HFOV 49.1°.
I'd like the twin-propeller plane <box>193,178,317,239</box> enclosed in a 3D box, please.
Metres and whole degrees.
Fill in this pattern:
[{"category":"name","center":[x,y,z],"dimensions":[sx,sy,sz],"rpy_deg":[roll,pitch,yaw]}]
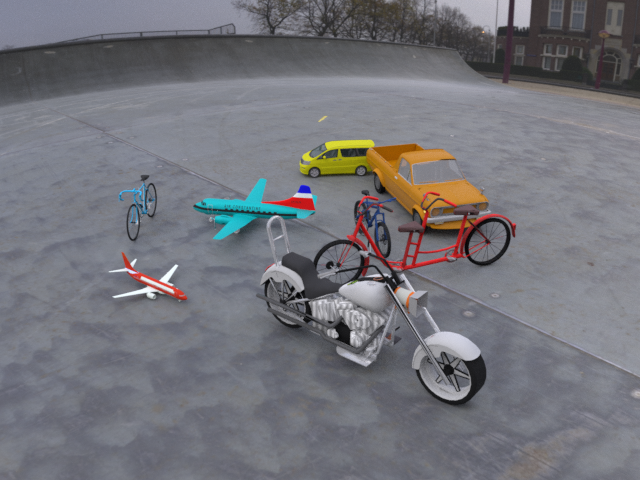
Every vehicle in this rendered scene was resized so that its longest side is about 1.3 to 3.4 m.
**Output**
[{"category":"twin-propeller plane","center":[-1.118,-0.605,11.667],"dimensions":[2.129,0.792,2.663],"rpy_deg":[5,26,10]}]

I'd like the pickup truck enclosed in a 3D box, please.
[{"category":"pickup truck","center":[1.840,-1.112,12.501],"dimensions":[1.244,0.993,3.117],"rpy_deg":[-7,26,-14]}]

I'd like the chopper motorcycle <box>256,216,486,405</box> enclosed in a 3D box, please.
[{"category":"chopper motorcycle","center":[0.498,0.748,8.014],"dimensions":[3.040,1.480,0.906],"rpy_deg":[19,31,34]}]

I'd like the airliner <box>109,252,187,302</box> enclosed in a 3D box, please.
[{"category":"airliner","center":[-2.318,0.520,9.719],"dimensions":[1.307,0.429,1.161],"rpy_deg":[17,30,32]}]

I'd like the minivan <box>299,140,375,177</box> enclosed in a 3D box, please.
[{"category":"minivan","center":[0.361,-1.656,14.089],"dimensions":[1.548,0.616,0.681],"rpy_deg":[-2,25,-5]}]

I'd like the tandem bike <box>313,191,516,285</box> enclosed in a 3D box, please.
[{"category":"tandem bike","center":[1.406,-0.061,9.899],"dimensions":[3.192,1.326,0.550],"rpy_deg":[-8,27,-17]}]

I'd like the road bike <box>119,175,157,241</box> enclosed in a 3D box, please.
[{"category":"road bike","center":[-2.951,-0.599,11.585],"dimensions":[0.358,0.852,1.545],"rpy_deg":[2,25,4]}]

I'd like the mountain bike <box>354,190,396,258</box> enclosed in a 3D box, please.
[{"category":"mountain bike","center":[0.811,-0.323,10.985],"dimensions":[0.573,0.868,1.469],"rpy_deg":[-8,26,-16]}]
